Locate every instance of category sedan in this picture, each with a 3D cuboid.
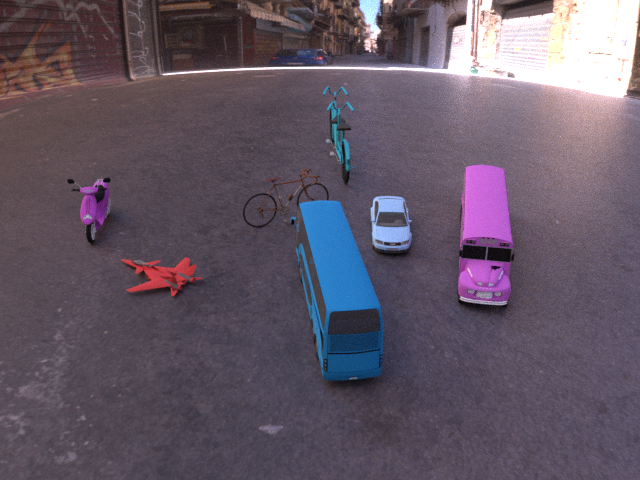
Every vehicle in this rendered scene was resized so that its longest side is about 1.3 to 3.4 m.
[{"bbox_3d":[1.116,-0.309,11.054,0.635,0.483,1.613,1,27,3],"label":"sedan"}]

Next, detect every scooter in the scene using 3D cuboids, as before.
[{"bbox_3d":[-3.596,-0.617,11.181,0.662,0.919,1.399,-2,27,-4],"label":"scooter"}]

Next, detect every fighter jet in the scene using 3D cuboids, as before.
[{"bbox_3d":[-2.353,0.388,9.890,1.358,0.286,1.147,17,31,30],"label":"fighter jet"}]

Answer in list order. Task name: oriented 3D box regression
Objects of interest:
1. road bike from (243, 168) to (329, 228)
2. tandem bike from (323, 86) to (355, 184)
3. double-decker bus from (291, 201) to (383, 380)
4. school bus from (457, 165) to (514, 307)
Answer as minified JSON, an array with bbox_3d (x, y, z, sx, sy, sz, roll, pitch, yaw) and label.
[{"bbox_3d":[-0.541,-0.686,11.394,1.545,0.852,0.358,-13,29,-24],"label":"road bike"},{"bbox_3d":[0.373,-2.186,13.845,0.550,1.326,3.192,-2,27,-4],"label":"tandem bike"},{"bbox_3d":[0.156,0.467,8.882,0.756,1.052,3.251,-3,27,-7],"label":"double-decker bus"},{"bbox_3d":[2.421,-0.146,10.330,0.709,0.844,3.322,5,27,10],"label":"school bus"}]
